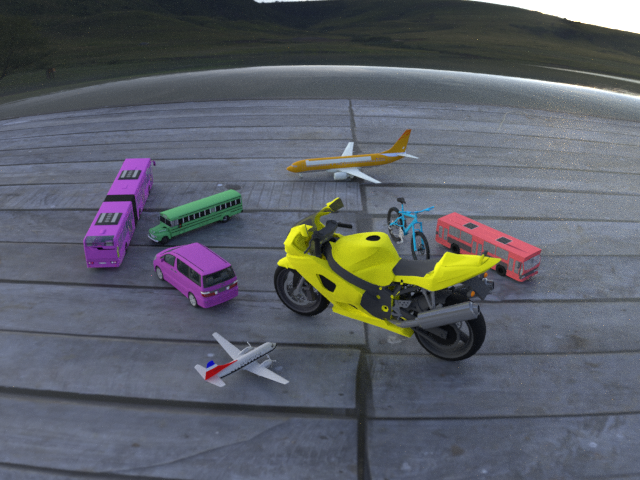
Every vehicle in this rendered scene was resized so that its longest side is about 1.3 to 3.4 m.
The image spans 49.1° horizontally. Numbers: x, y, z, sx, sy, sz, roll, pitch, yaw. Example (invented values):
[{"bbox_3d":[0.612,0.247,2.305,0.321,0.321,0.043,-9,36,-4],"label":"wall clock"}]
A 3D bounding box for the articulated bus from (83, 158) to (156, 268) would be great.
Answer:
[{"bbox_3d":[-3.328,-0.556,11.843,0.605,0.561,3.401,-2,28,-3],"label":"articulated bus"}]

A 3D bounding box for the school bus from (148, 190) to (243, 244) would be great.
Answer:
[{"bbox_3d":[-2.072,-0.398,11.676,1.708,0.434,0.365,-23,35,-37],"label":"school bus"}]

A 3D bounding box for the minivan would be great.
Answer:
[{"bbox_3d":[-1.802,0.405,9.937,0.681,0.616,1.548,-21,34,-35],"label":"minivan"}]

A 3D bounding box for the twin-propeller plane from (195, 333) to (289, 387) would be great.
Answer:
[{"bbox_3d":[-0.914,1.397,8.257,1.095,0.407,1.370,-25,36,-39],"label":"twin-propeller plane"}]

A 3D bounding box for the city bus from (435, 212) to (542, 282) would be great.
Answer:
[{"bbox_3d":[2.531,0.102,10.689,0.476,0.460,1.674,-21,34,-34],"label":"city bus"}]

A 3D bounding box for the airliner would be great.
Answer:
[{"bbox_3d":[0.594,-1.701,13.745,2.541,0.835,2.257,-5,28,-10],"label":"airliner"}]

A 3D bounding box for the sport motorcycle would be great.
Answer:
[{"bbox_3d":[0.695,0.516,8.663,2.955,1.596,0.983,14,31,25],"label":"sport motorcycle"}]

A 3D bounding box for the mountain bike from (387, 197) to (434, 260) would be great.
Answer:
[{"bbox_3d":[1.354,-0.189,10.806,0.573,0.868,1.469,-9,29,-16],"label":"mountain bike"}]
